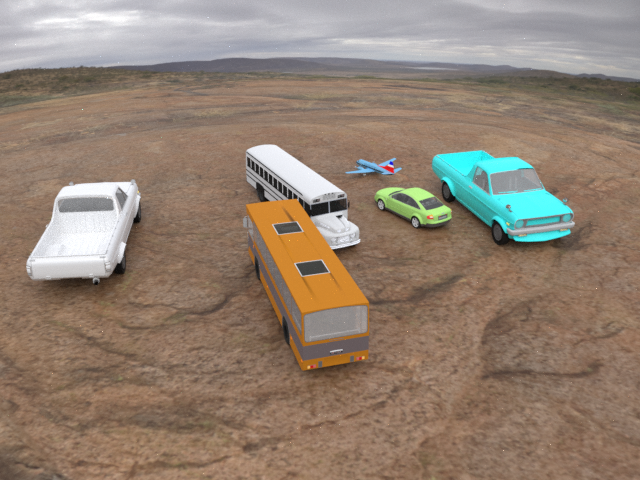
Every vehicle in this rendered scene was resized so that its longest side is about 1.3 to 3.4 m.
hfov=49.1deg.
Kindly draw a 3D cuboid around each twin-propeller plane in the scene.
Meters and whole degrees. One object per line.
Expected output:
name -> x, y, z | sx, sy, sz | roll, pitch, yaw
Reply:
twin-propeller plane -> 1.093, -1.492, 13.976 | 1.370, 0.407, 1.095 | -20, 32, -35

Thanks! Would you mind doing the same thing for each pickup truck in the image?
pickup truck -> 3.056, -0.915, 12.088 | 1.244, 0.993, 3.117 | -7, 26, -15
pickup truck -> -3.530, -0.273, 10.743 | 1.244, 0.993, 3.117 | -3, 26, -5

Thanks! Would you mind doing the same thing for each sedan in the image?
sedan -> 1.583, -0.649, 12.121 | 0.635, 0.483, 1.613 | -16, 30, -31

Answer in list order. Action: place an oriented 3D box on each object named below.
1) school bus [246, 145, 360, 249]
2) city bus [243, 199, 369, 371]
school bus -> -0.358, -0.773, 11.963 | 0.709, 0.844, 3.322 | -12, 28, -24
city bus -> -0.272, 0.484, 9.270 | 0.926, 0.894, 3.255 | -7, 26, -15
